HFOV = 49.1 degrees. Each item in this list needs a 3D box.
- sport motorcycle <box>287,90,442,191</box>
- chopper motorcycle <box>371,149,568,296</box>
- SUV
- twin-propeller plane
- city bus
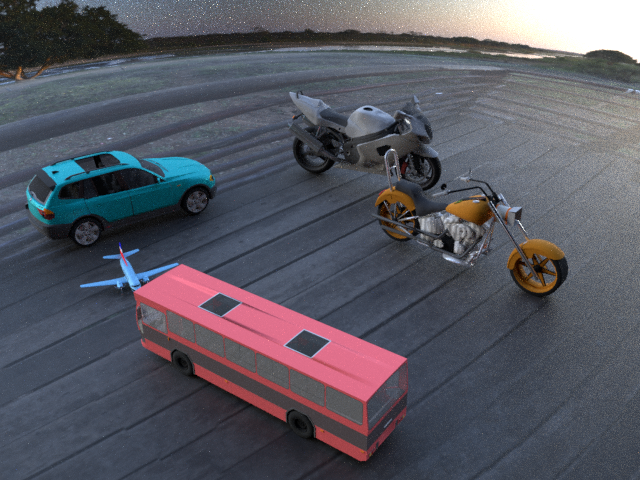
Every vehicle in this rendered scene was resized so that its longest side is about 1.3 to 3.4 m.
[{"bbox_3d":[0.788,-1.807,12.670,2.955,1.596,0.983,12,31,21],"label":"sport motorcycle"},{"bbox_3d":[2.092,-0.282,10.028,3.040,1.480,0.906,21,35,34],"label":"chopper motorcycle"},{"bbox_3d":[-3.207,-0.867,11.453,3.058,1.128,1.276,-20,34,-31],"label":"SUV"},{"bbox_3d":[-2.696,0.419,9.868,1.370,0.407,1.095,-13,32,-23],"label":"twin-propeller plane"},{"bbox_3d":[-0.637,1.285,7.798,3.255,0.894,0.926,19,34,31],"label":"city bus"}]
